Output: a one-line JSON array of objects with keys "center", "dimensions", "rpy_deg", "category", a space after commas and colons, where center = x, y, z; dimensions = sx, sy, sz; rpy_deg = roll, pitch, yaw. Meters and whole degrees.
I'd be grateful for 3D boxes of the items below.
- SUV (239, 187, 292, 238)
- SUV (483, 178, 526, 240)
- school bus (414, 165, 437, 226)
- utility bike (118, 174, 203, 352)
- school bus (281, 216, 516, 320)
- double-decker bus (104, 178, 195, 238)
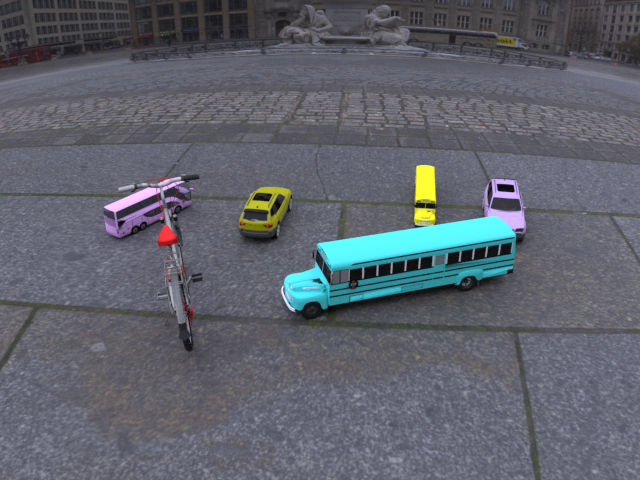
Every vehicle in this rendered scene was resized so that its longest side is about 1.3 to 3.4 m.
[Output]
[{"center": [-0.897, -0.549, 11.648], "dimensions": [0.656, 0.580, 1.572], "rpy_deg": [5, 30, 9], "category": "SUV"}, {"center": [3.058, -0.537, 11.627], "dimensions": [0.656, 0.580, 1.572], "rpy_deg": [5, 30, 8], "category": "SUV"}, {"center": [1.826, -0.769, 12.181], "dimensions": [0.365, 0.434, 1.708], "rpy_deg": [4, 30, 6], "category": "school bus"}, {"center": [-1.987, 0.166, 9.123], "dimensions": [1.039, 1.839, 2.791], "rpy_deg": [-7, 30, -11], "category": "utility bike"}, {"center": [1.103, 0.348, 9.808], "dimensions": [3.322, 0.844, 0.709], "rpy_deg": [-9, 31, -15], "category": "school bus"}, {"center": [-2.839, -0.575, 11.733], "dimensions": [0.389, 0.541, 1.672], "rpy_deg": [21, 36, 32], "category": "double-decker bus"}]
